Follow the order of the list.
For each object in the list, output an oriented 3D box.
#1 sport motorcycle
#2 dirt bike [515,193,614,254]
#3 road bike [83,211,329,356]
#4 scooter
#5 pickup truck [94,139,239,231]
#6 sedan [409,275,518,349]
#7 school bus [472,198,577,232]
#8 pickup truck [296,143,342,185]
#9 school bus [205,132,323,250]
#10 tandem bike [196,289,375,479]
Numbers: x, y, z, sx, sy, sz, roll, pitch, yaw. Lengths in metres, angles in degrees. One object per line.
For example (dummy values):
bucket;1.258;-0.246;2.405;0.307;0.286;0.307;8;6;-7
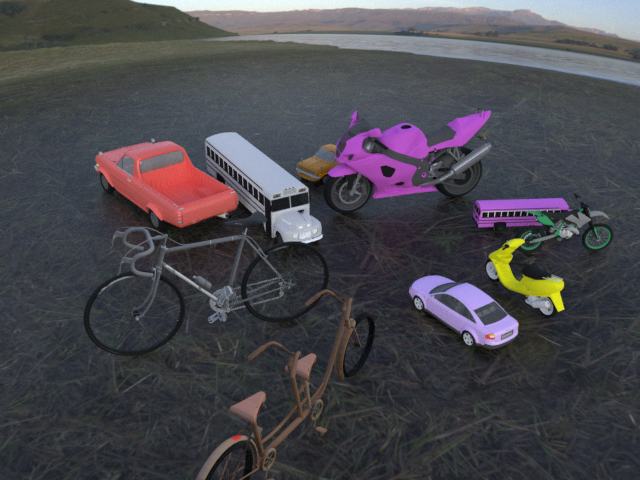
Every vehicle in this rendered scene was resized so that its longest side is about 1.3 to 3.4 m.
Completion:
sport motorcycle;1.461;-1.328;11.667;2.955;1.596;0.983;-9;30;-16
dirt bike;3.645;-0.195;10.377;1.493;0.857;0.527;-1;29;-2
road bike;-1.283;0.483;8.319;3.004;1.656;0.697;-11;31;-19
scooter;2.705;0.386;9.259;0.662;0.919;1.399;-15;32;-26
pickup truck;-2.666;-1.048;11.785;1.244;0.993;3.117;-22;36;-34
sedan;1.794;0.825;8.913;0.635;0.483;1.613;-18;34;-29
school bus;3.336;-0.417;11.219;1.708;0.434;0.365;-2;29;-3
pickup truck;0.307;-1.523;13.147;1.603;0.511;0.640;-25;37;-37
school bus;-0.996;-0.886;11.645;0.709;0.844;3.322;-15;32;-25
tandem bike;-0.233;1.446;6.912;0.550;1.326;3.192;17;33;28
